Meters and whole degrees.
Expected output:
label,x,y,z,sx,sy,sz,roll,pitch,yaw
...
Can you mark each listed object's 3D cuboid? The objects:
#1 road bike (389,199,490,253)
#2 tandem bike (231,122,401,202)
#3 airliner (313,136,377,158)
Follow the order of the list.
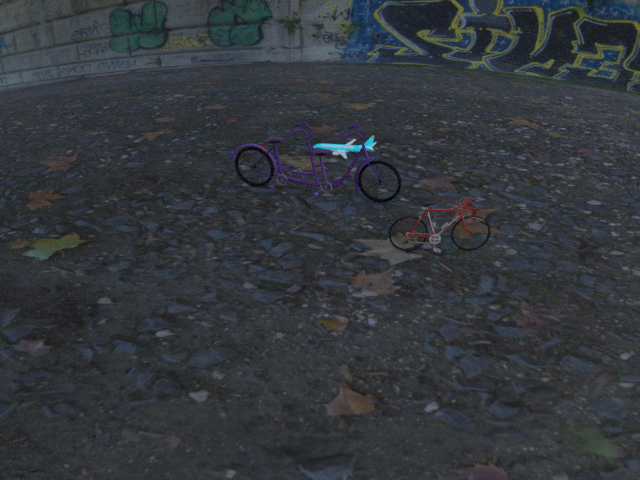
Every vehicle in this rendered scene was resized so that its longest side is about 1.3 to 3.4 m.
label,x,y,z,sx,sy,sz,roll,pitch,yaw
road bike,1.811,-0.211,10.550,1.545,0.852,0.358,0,28,-1
tandem bike,-0.117,-1.423,12.361,3.192,1.326,0.550,9,29,16
airliner,0.492,-1.985,14.408,1.307,0.429,1.161,6,28,11
